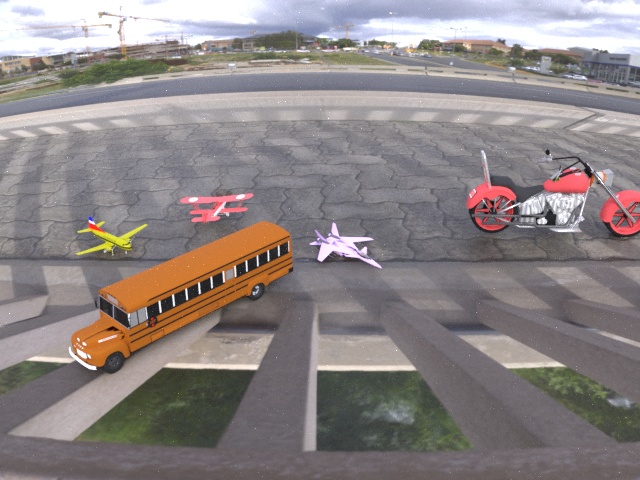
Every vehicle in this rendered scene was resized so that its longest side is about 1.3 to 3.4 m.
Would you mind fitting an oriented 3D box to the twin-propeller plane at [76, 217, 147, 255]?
[{"bbox_3d":[-3.408,-0.072,11.325,1.095,0.407,1.370,19,33,33],"label":"twin-propeller plane"}]

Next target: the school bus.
[{"bbox_3d":[-1.761,0.677,9.350,0.709,0.844,3.322,23,34,38],"label":"school bus"}]

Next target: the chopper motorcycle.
[{"bbox_3d":[3.956,-0.754,11.489,3.040,1.480,0.906,0,27,0],"label":"chopper motorcycle"}]

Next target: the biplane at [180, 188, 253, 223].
[{"bbox_3d":[-1.842,-0.531,12.131,1.336,0.504,1.090,6,27,11],"label":"biplane"}]

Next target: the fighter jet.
[{"bbox_3d":[0.492,0.121,11.077,1.147,0.286,1.358,-21,34,-36],"label":"fighter jet"}]
